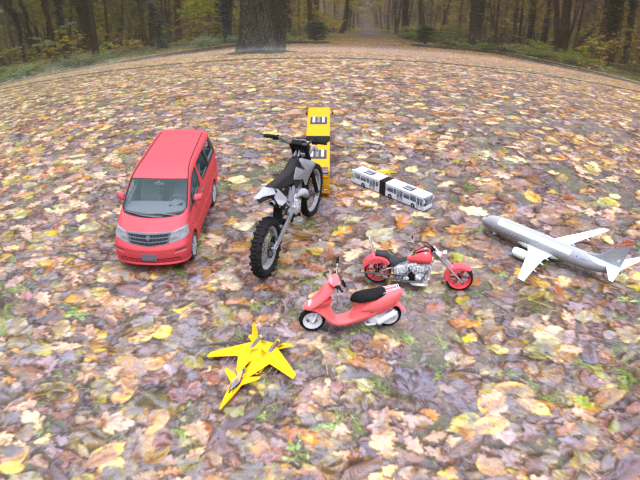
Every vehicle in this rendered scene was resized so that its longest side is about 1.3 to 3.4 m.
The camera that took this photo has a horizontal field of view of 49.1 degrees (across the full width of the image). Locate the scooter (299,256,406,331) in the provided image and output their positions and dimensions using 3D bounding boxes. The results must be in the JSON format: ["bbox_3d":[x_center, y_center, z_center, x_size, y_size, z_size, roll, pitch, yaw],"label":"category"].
[{"bbox_3d":[0.423,0.748,8.976,1.399,0.919,0.662,-3,30,-5],"label":"scooter"}]

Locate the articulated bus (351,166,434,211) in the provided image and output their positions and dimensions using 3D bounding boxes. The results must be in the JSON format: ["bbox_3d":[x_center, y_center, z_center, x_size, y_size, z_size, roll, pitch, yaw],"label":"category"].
[{"bbox_3d":[1.274,-0.942,12.587,0.311,0.289,1.749,-26,38,-37],"label":"articulated bus"}]

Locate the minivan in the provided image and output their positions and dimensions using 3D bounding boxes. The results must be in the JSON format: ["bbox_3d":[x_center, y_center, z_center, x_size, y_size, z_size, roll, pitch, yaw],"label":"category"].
[{"bbox_3d":[-2.433,-0.755,11.340,1.324,1.197,3.011,1,30,2],"label":"minivan"}]

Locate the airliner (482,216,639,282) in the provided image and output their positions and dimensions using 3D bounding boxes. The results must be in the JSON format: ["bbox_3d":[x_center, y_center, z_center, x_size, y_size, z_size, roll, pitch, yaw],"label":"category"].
[{"bbox_3d":[3.475,-0.078,10.513,2.257,0.835,2.541,-23,37,-34],"label":"airliner"}]

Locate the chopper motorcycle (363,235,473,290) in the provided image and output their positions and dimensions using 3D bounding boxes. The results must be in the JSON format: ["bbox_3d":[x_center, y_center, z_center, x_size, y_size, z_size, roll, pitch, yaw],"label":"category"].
[{"bbox_3d":[1.385,0.322,9.884,1.563,0.761,0.466,4,30,6],"label":"chopper motorcycle"}]

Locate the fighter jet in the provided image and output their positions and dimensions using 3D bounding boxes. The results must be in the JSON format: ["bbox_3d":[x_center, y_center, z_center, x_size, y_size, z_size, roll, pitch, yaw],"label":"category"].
[{"bbox_3d":[-0.872,1.494,8.302,1.147,0.286,1.358,11,31,18],"label":"fighter jet"}]

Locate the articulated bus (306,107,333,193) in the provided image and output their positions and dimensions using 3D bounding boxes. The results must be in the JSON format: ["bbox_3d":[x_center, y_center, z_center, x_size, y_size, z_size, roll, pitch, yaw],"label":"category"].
[{"bbox_3d":[-0.034,-1.849,13.907,0.605,0.561,3.401,0,30,1],"label":"articulated bus"}]

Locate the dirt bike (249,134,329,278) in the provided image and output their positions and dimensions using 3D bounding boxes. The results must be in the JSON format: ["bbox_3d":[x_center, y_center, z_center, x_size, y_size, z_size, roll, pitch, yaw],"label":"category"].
[{"bbox_3d":[-0.473,-0.693,10.755,1.024,1.666,2.903,9,31,16],"label":"dirt bike"}]
